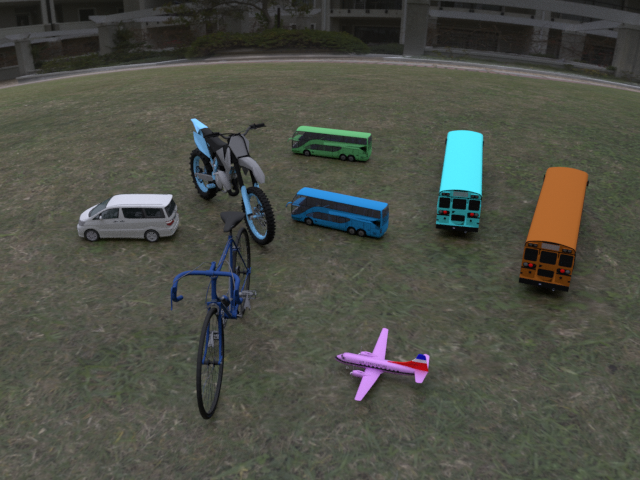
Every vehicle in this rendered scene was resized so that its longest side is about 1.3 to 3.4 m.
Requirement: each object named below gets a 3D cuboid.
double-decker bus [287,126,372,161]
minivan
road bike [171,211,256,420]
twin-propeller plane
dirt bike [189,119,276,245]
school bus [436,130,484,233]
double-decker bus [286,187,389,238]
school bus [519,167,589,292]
[{"bbox_3d":[0.200,-1.926,13.960,1.672,0.541,0.389,9,30,16],"label":"double-decker bus"},{"bbox_3d":[-3.032,-0.372,11.002,1.548,0.616,0.681,1,28,1],"label":"minivan"},{"bbox_3d":[-1.073,0.634,8.042,0.696,1.656,3.004,2,28,4],"label":"road bike"},{"bbox_3d":[0.693,1.382,7.971,1.095,0.407,1.370,8,29,15],"label":"twin-propeller plane"},{"bbox_3d":[-1.466,-1.090,11.226,1.024,1.666,2.903,-17,33,-28],"label":"dirt bike"},{"bbox_3d":[2.467,-1.141,12.187,0.709,0.844,3.322,6,29,10],"label":"school bus"},{"bbox_3d":[0.281,-0.452,11.229,1.672,0.541,0.389,13,31,22],"label":"double-decker bus"},{"bbox_3d":[3.621,-0.318,10.662,0.709,0.844,3.322,11,30,19],"label":"school bus"}]
